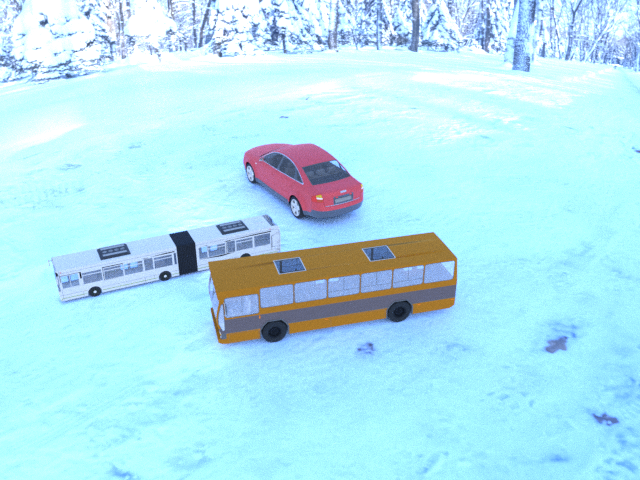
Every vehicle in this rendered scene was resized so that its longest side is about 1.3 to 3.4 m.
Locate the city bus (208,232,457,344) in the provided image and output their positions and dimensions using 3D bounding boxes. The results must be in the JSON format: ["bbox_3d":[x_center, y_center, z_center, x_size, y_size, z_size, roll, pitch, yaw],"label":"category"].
[{"bbox_3d":[0.179,0.648,9.412,3.255,0.894,0.926,-7,29,-14],"label":"city bus"}]

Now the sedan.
[{"bbox_3d":[-0.395,-1.295,12.995,1.235,0.940,3.137,-16,32,-27],"label":"sedan"}]

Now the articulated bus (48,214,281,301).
[{"bbox_3d":[-2.251,0.231,10.544,3.401,0.561,0.605,-13,31,-22],"label":"articulated bus"}]
